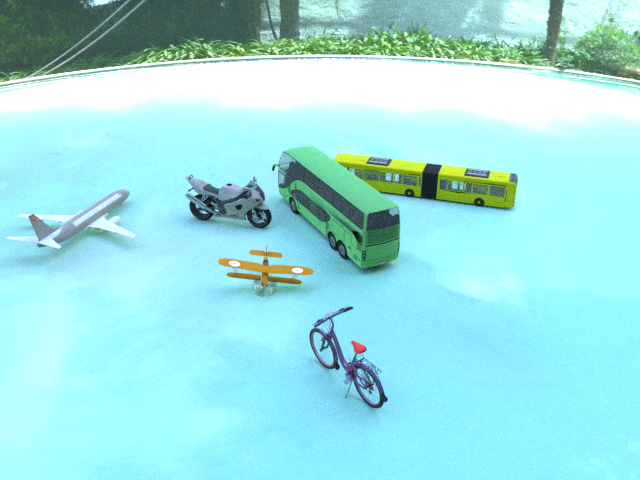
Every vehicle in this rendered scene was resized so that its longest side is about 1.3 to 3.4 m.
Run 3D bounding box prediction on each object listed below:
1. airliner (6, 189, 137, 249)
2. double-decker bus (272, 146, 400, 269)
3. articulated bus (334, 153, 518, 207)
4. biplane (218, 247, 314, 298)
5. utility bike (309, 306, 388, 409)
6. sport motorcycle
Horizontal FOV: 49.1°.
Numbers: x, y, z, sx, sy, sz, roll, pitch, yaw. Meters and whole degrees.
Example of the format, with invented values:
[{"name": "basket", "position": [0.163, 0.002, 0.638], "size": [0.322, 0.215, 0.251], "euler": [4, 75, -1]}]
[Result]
[{"name": "airliner", "position": [-3.871, -0.522, 11.486], "size": [2.257, 0.835, 2.541], "euler": [9, 30, 17]}, {"name": "double-decker bus", "position": [0.198, -0.653, 11.501], "size": [0.756, 1.052, 3.251], "euler": [-13, 31, -23]}, {"name": "articulated bus", "position": [1.863, -1.110, 12.876], "size": [3.401, 0.561, 0.605], "euler": [9, 29, 16]}, {"name": "biplane", "position": [-0.765, 0.422, 10.071], "size": [1.336, 0.504, 1.090], "euler": [-1, 28, -2]}, {"name": "utility bike", "position": [0.256, 1.310, 7.943], "size": [0.535, 0.946, 1.435], "euler": [-19, 33, -31]}, {"name": "sport motorcycle", "position": [-1.533, -0.651, 11.742], "size": [1.520, 0.821, 0.506], "euler": [8, 29, 15]}]
